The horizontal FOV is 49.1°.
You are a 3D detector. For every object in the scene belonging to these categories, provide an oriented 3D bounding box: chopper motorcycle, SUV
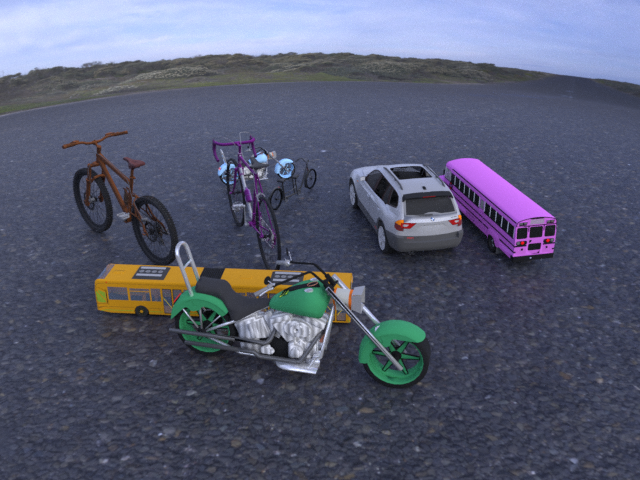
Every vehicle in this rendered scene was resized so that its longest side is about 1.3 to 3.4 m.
[{"bbox_3d":[-1.233,-1.484,13.678,1.563,0.761,0.466,-10,27,-21],"label":"chopper motorcycle"},{"bbox_3d":[1.366,-0.740,11.667,1.276,1.128,3.058,-5,26,-11],"label":"SUV"},{"bbox_3d":[-0.263,0.837,7.901,3.040,1.480,0.906,6,26,12],"label":"chopper motorcycle"}]

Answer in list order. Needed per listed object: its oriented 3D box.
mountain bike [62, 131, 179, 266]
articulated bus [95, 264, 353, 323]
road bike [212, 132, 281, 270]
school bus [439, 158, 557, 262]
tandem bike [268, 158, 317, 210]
[{"bbox_3d":[-3.103,-0.669,10.858,2.857,1.688,1.114,22,33,39],"label":"mountain bike"},{"bbox_3d":[-1.235,0.703,9.264,3.401,0.561,0.605,2,25,4],"label":"articulated bus"},{"bbox_3d":[-1.085,-0.651,10.857,0.697,1.656,3.004,-9,27,-19],"label":"road bike"},{"bbox_3d":[2.811,-0.625,11.756,0.709,0.844,3.322,-5,26,-11],"label":"school bus"},{"bbox_3d":[-0.490,-1.071,12.893,0.283,0.682,1.642,14,29,27],"label":"tandem bike"}]
